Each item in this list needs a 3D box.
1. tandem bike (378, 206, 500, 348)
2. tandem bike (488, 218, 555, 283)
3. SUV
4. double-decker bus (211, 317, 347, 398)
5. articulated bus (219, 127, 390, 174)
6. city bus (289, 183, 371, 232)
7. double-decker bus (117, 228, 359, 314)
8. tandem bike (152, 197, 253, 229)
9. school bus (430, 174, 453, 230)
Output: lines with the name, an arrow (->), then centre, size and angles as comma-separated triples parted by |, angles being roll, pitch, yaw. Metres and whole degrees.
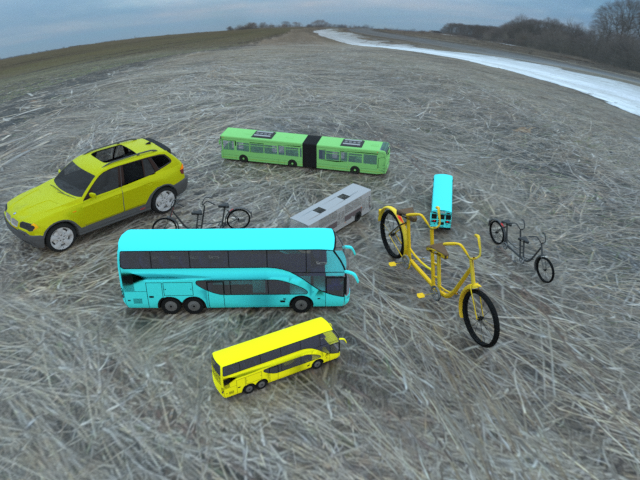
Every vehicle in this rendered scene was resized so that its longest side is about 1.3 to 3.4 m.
tandem bike -> 1.576, 0.206, 9.765 | 0.550, 1.326, 3.192 | -12, 33, -20
tandem bike -> 3.067, 0.030, 10.698 | 0.283, 0.682, 1.642 | -12, 33, -19
SUV -> -3.726, -0.864, 11.776 | 3.058, 1.128, 1.276 | -25, 39, -36
double-decker bus -> -0.490, 1.400, 8.510 | 1.672, 0.541, 0.389 | -16, 34, -24
articulated bus -> -0.333, -1.773, 13.878 | 3.401, 0.561, 0.605 | 7, 31, 12
city bus -> 0.200, -0.410, 11.663 | 0.476, 0.460, 1.674 | 23, 38, 34
double-decker bus -> -1.107, 0.404, 9.699 | 3.251, 1.052, 0.756 | -1, 31, -1
tandem bike -> -1.916, -0.385, 11.403 | 1.642, 0.682, 0.283 | -8, 31, -13
school bus -> 2.125, -0.715, 12.207 | 0.365, 0.434, 1.708 | 5, 31, 8
